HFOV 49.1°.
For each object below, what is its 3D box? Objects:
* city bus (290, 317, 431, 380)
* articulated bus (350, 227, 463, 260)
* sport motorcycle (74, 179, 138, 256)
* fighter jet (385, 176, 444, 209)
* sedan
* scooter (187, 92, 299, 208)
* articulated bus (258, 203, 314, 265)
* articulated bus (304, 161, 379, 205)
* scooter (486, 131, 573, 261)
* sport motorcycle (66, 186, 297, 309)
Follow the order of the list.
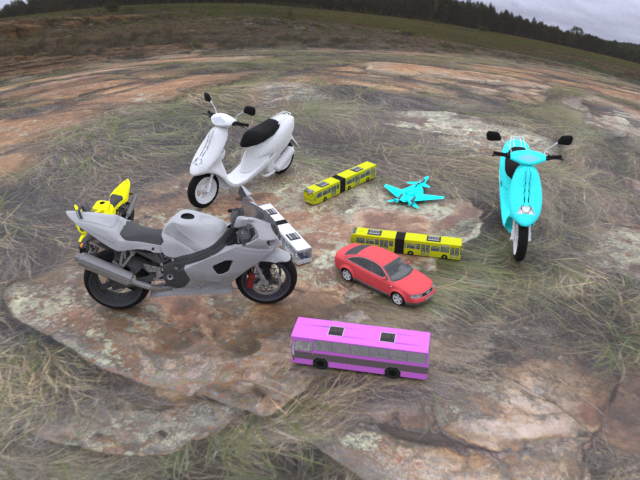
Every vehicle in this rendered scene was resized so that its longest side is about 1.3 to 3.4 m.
[{"bbox_3d":[0.497,1.336,8.567,1.674,0.460,0.476,6,30,10],"label":"city bus"},{"bbox_3d":[1.359,0.052,10.995,1.749,0.289,0.311,6,30,11],"label":"articulated bus"},{"bbox_3d":[-3.397,-0.335,11.136,0.506,0.821,1.520,8,31,14],"label":"sport motorcycle"},{"bbox_3d":[1.765,-0.997,12.839,1.147,0.286,1.358,15,33,24],"label":"fighter jet"},{"bbox_3d":[0.923,0.438,10.119,1.613,0.483,0.635,24,38,36],"label":"sedan"},{"bbox_3d":[-1.369,-1.753,12.651,1.288,1.786,2.721,23,37,35],"label":"scooter"},{"bbox_3d":[-0.603,-0.125,11.306,0.311,0.289,1.749,-13,32,-22],"label":"articulated bus"},{"bbox_3d":[0.401,-1.065,12.957,0.311,0.289,1.749,26,38,37],"label":"articulated bus"},{"bbox_3d":[3.235,-0.995,11.320,1.288,1.786,2.721,5,30,8],"label":"scooter"},{"bbox_3d":[-1.788,0.206,9.403,2.955,1.596,0.983,-1,30,-2],"label":"sport motorcycle"}]
